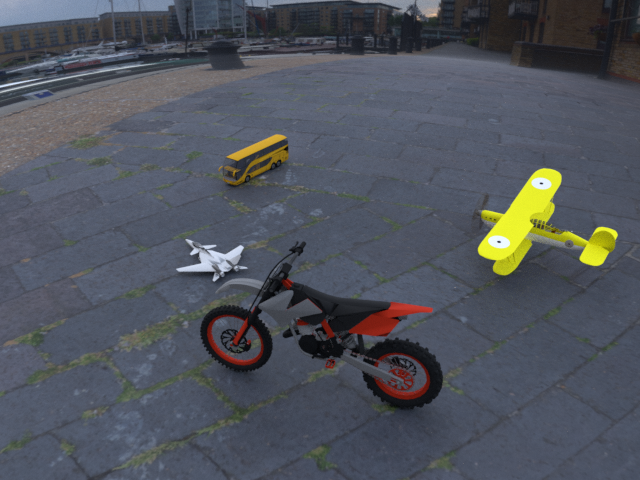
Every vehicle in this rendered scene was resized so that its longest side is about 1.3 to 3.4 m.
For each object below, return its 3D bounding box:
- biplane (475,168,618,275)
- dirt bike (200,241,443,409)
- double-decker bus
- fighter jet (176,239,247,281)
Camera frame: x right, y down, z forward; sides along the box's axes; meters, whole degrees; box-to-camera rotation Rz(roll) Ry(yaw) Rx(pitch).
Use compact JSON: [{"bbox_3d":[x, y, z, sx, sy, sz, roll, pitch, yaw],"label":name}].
[{"bbox_3d":[3.307,-0.108,10.515,2.120,0.981,2.598,18,34,29],"label":"biplane"},{"bbox_3d":[-0.048,1.007,7.818,2.903,1.666,1.024,9,30,16],"label":"dirt bike"},{"bbox_3d":[-1.242,-1.547,13.540,0.389,0.541,1.672,20,35,31],"label":"double-decker bus"},{"bbox_3d":[-1.732,0.172,10.726,1.147,0.286,1.358,-21,36,-33],"label":"fighter jet"}]
